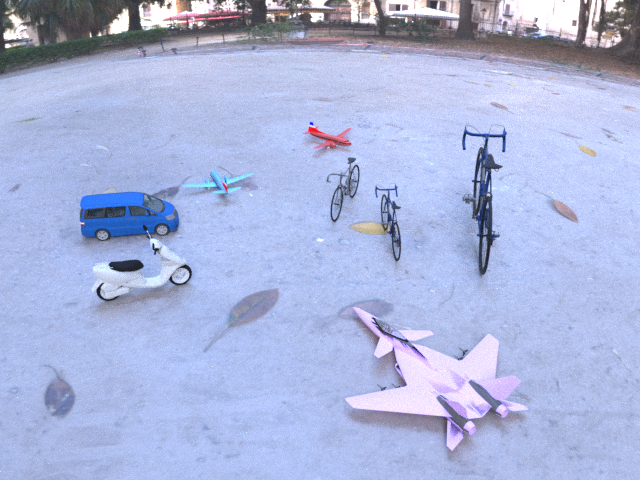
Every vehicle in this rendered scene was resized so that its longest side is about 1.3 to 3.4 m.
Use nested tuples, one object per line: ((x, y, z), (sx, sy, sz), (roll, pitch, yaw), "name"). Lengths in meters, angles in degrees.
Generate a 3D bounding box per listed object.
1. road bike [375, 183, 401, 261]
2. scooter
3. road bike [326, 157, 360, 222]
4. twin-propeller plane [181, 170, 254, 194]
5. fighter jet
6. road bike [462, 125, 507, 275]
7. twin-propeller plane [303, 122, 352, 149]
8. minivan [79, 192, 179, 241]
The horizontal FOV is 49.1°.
((1.112, -0.325, 10.996), (0.358, 0.852, 1.545), (-3, 30, -5), "road bike")
((-2.500, 0.353, 9.767), (1.399, 0.919, 0.662), (-12, 32, -20), "scooter")
((0.445, -0.933, 12.038), (0.358, 0.852, 1.545), (10, 32, 17), "road bike")
((-1.833, -1.096, 12.758), (1.370, 0.407, 1.095), (-12, 32, -20), "twin-propeller plane")
((1.158, 1.329, 8.453), (2.229, 0.557, 2.640), (-18, 35, -27), "fighter jet")
((2.549, -0.740, 10.909), (0.696, 1.656, 3.004), (4, 31, 7), "road bike")
((0.197, -2.179, 14.614), (1.095, 0.407, 1.370), (19, 35, 29), "twin-propeller plane")
((-3.103, -0.428, 11.406), (1.548, 0.616, 0.681), (-5, 31, -9), "minivan")
